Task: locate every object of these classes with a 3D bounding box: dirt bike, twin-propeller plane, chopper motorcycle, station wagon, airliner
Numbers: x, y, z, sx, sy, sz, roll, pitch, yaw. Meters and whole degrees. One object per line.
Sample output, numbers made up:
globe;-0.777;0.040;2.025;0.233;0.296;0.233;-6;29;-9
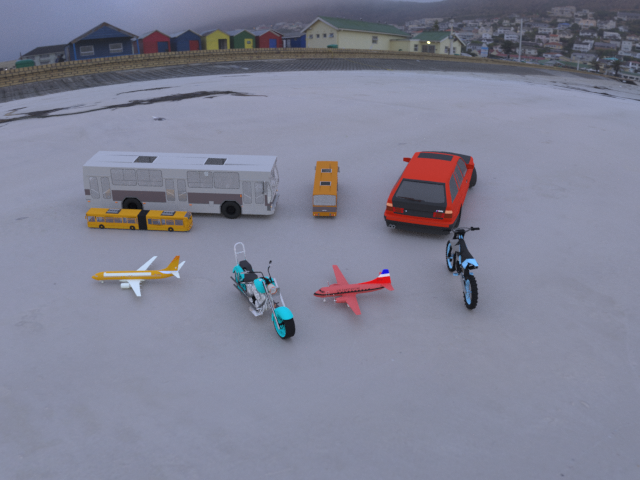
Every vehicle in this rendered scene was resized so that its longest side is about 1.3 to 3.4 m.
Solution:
dirt bike;1.956;0.290;9.694;0.527;0.857;1.493;-2;26;-4
twin-propeller plane;0.445;0.622;9.530;1.095;0.407;1.370;-5;27;-11
chopper motorcycle;-0.751;0.642;9.090;0.466;0.761;1.563;-15;30;-27
station wagon;2.022;-1.073;12.375;1.327;0.920;3.105;8;28;16
airliner;-2.598;0.417;9.918;1.307;0.429;1.161;0;26;-1

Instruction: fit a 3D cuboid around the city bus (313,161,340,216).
city bus;0.108;-0.922;12.588;0.476;0.460;1.674;1;26;2

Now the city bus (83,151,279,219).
city bus;-2.373;-0.961;12.177;3.255;0.894;0.926;2;26;4

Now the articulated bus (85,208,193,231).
articulated bus;-3.001;-0.339;11.605;1.749;0.289;0.311;2;26;5
